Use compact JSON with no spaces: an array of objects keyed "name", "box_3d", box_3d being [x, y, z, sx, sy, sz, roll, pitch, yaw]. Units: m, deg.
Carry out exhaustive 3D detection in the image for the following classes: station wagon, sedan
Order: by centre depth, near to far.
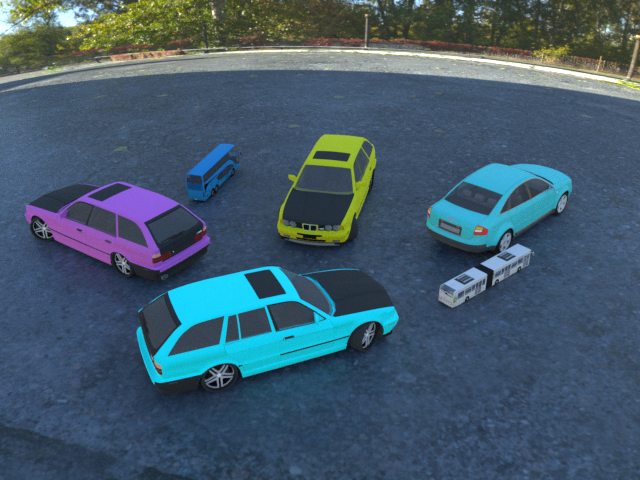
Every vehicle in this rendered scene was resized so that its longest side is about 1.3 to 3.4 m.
[{"name":"station wagon","box_3d":[-0.579,0.882,8.377,3.105,0.920,1.327,-12,31,-20]},{"name":"station wagon","box_3d":[-3.146,-0.339,10.551,3.105,0.920,1.327,19,34,29]},{"name":"sedan","box_3d":[2.954,-0.703,11.180,1.235,0.940,3.137,25,38,37]},{"name":"station wagon","box_3d":[0.176,-0.957,11.652,1.327,0.920,3.105,6,30,11]}]

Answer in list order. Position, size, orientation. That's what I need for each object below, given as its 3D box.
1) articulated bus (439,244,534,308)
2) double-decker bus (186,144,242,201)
[{"name":"articulated bus","box_3d":[2.326,0.479,9.741,1.749,0.289,0.311,-23,37,-35]},{"name":"double-decker bus","box_3d":[-1.892,-1.250,12.562,0.389,0.541,1.672,8,30,14]}]
